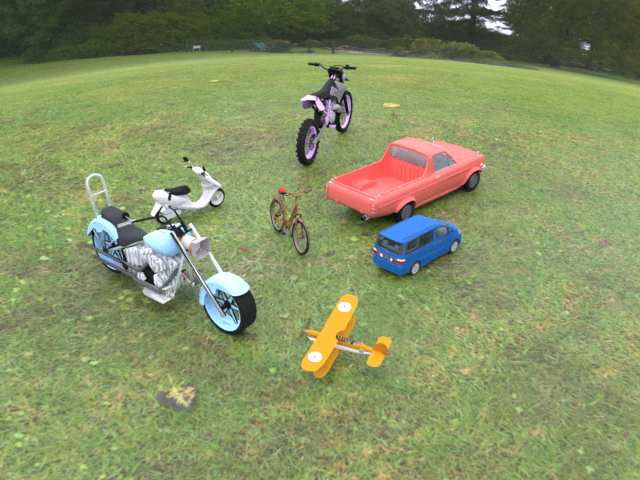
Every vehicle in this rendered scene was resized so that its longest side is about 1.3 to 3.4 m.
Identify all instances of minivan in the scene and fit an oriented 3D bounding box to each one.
[{"bbox_3d":[1.481,-0.007,10.395,1.548,0.616,0.681,-25,37,-38],"label":"minivan"}]

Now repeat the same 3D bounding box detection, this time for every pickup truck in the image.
[{"bbox_3d":[1.563,-1.161,12.138,3.117,0.993,1.244,-24,37,-37],"label":"pickup truck"}]

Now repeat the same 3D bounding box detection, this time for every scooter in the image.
[{"bbox_3d":[-2.183,-0.826,11.594,1.399,0.919,0.662,-22,35,-35],"label":"scooter"}]

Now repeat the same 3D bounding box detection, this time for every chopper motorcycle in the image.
[{"bbox_3d":[-2.050,0.147,9.196,3.040,1.480,0.906,20,34,33],"label":"chopper motorcycle"}]

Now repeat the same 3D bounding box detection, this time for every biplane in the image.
[{"bbox_3d":[0.277,1.223,8.227,1.090,0.504,1.336,12,31,21],"label":"biplane"}]

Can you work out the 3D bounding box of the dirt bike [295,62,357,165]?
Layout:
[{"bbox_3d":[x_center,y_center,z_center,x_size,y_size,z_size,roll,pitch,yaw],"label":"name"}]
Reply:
[{"bbox_3d":[0.129,-2.680,14.248,1.024,1.666,2.903,11,30,19],"label":"dirt bike"}]

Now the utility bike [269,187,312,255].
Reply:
[{"bbox_3d":[-0.445,-0.415,10.803,0.535,0.946,1.435,-14,31,-24],"label":"utility bike"}]
